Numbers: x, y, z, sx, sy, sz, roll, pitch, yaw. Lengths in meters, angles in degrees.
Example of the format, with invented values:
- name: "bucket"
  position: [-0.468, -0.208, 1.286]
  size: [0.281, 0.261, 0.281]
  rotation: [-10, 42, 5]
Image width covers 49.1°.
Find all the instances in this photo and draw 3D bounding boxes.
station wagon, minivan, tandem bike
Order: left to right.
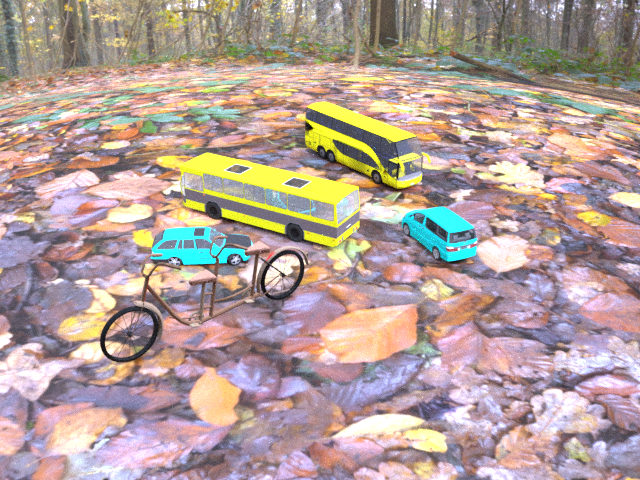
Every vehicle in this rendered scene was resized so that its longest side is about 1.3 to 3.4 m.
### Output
- name: "station wagon"
  position: [-1.866, 0.077, 11.141]
  size: [1.597, 0.473, 0.682]
  rotation: [-2, 27, -4]
- name: "tandem bike"
  position: [-1.411, 0.585, 9.225]
  size: [3.192, 1.326, 0.550]
  rotation: [-20, 34, -34]
- name: "minivan"
  position: [1.933, -0.195, 11.512]
  size: [0.681, 0.616, 1.548]
  rotation: [-11, 29, -21]

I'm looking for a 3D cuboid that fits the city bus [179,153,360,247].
- name: "city bus"
  position: [-0.924, -0.709, 12.203]
  size: [3.255, 0.894, 0.926]
  rotation: [15, 31, 27]

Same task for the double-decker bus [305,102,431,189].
- name: "double-decker bus"
  position: [0.867, -1.980, 14.496]
  size: [0.756, 1.052, 3.251]
  rotation: [-19, 33, -32]
